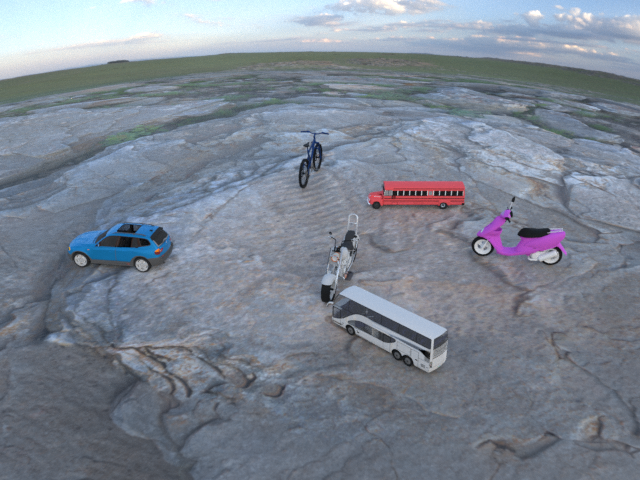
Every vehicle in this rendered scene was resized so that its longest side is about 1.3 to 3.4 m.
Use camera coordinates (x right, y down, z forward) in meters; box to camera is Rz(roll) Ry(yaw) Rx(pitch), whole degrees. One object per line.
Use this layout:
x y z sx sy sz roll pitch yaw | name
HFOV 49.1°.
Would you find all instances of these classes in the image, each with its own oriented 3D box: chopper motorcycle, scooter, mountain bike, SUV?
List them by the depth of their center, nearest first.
0.294 0.248 10.035 0.466 0.761 1.563 8 28 15 | chopper motorcycle
3.020 -0.098 10.545 1.399 0.919 0.662 8 28 15 | scooter
-3.032 0.058 10.610 1.572 0.580 0.656 4 27 8 | SUV
-0.171 -1.596 13.562 0.573 0.868 1.469 7 28 14 | mountain bike

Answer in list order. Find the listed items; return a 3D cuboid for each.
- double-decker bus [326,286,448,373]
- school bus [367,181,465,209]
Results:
0.814 1.060 8.672 1.672 0.541 0.389 24 35 39 | double-decker bus
1.708 -0.814 12.498 1.708 0.434 0.365 0 27 0 | school bus
